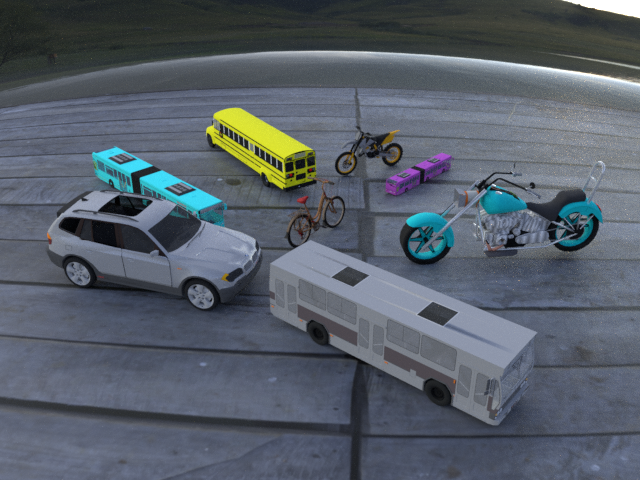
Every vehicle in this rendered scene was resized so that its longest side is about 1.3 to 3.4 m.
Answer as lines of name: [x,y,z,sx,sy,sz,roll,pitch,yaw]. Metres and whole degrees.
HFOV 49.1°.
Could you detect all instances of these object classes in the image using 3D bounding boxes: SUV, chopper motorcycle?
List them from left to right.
SUV: [-2.342,0.044,9.854,3.058,1.128,1.276,9,30,15]
chopper motorcycle: [2.703,-0.400,10.286,3.040,1.480,0.906,-3,29,-6]

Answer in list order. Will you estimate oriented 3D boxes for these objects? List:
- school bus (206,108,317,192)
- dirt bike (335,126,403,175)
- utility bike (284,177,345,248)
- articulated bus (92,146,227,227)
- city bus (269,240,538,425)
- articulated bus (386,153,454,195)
school bus: [-1.245,-1.823,13.473,0.709,0.844,3.322,-18,34,-29]
dirt bike: [0.949,-1.713,13.263,1.493,0.857,0.527,-14,32,-24]
utility bike: [-0.102,-0.480,10.974,0.535,0.946,1.435,23,36,35]
articulated bus: [-2.862,-0.893,12.104,0.605,0.561,3.401,-26,38,-38]
city bus: [0.851,1.024,8.345,3.255,0.894,0.926,22,36,34]
articulated bus: [1.858,-1.233,12.989,0.311,0.289,1.749,25,38,37]
